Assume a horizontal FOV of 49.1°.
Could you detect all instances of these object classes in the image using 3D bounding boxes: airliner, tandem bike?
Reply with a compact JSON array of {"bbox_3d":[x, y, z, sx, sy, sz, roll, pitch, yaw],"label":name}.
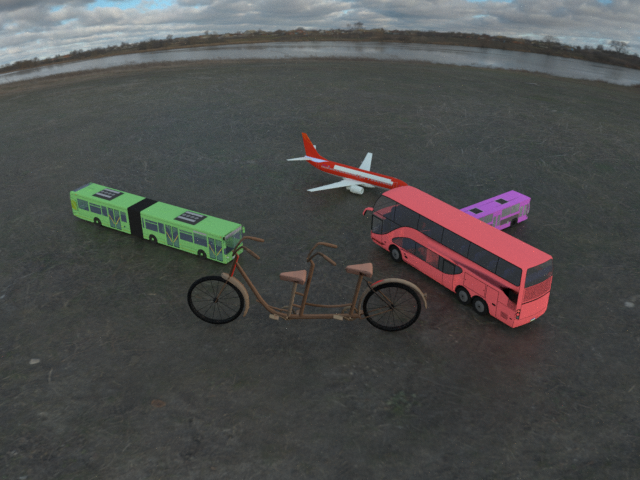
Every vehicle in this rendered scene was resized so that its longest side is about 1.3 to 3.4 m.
[{"bbox_3d":[0.660,-1.440,13.461,2.541,0.835,2.257,17,33,29],"label":"airliner"},{"bbox_3d":[-0.187,0.612,9.163,3.192,1.326,0.550,2,29,3],"label":"tandem bike"}]

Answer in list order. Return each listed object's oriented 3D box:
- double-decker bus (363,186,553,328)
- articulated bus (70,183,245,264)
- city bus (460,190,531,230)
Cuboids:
[{"bbox_3d":[1.929,0.122,10.355,0.756,1.052,3.251,-18,34,-30],"label":"double-decker bus"},{"bbox_3d":[-2.775,-0.320,11.683,3.401,0.561,0.605,15,32,26],"label":"articulated bus"},{"bbox_3d":[2.848,-0.370,11.883,1.674,0.460,0.476,-19,34,-31],"label":"city bus"}]
